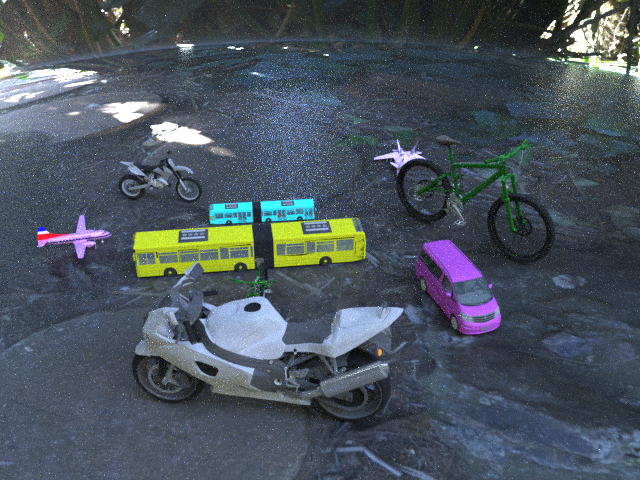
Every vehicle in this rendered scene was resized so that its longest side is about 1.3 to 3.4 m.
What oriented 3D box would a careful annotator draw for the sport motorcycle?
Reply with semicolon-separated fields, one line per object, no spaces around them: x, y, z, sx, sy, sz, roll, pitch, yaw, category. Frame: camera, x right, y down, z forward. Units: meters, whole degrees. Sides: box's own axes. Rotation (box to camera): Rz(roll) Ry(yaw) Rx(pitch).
-0.633;1.206;7.510;2.955;1.596;0.983;4;31;6;sport motorcycle

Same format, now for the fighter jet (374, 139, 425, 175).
1.592;-1.531;13.419;1.147;0.286;1.358;7;31;11;fighter jet

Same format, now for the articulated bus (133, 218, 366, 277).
-1.039;0.102;10.391;3.401;0.561;0.605;-4;31;-7;articulated bus

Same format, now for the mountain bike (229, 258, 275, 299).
-0.814;0.725;9.039;0.573;0.868;1.469;2;31;4;mountain bike

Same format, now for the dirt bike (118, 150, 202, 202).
-2.777;-1.065;12.072;1.493;0.857;0.527;4;31;6;dirt bike

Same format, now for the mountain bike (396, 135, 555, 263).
2.319;-0.746;10.719;2.857;1.688;1.114;26;40;37;mountain bike

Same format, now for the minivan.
1.858;0.617;9.468;0.681;0.616;1.548;-10;32;-16;minivan

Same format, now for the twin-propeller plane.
-3.805;-0.080;10.851;1.095;0.407;1.370;-8;32;-13;twin-propeller plane

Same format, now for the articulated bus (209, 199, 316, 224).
-0.949;-0.468;11.623;1.749;0.289;0.311;-3;31;-6;articulated bus
